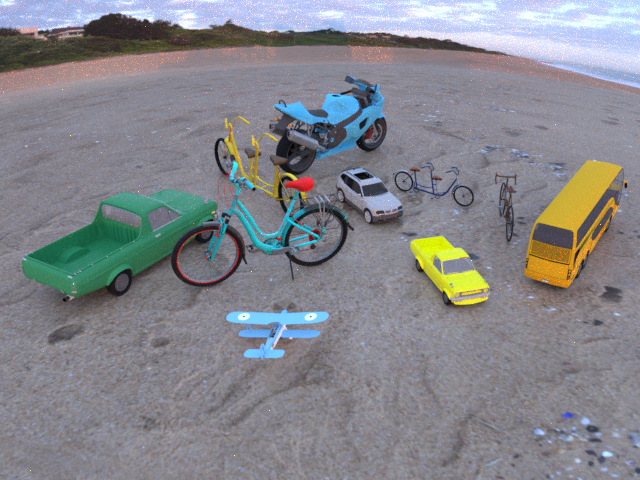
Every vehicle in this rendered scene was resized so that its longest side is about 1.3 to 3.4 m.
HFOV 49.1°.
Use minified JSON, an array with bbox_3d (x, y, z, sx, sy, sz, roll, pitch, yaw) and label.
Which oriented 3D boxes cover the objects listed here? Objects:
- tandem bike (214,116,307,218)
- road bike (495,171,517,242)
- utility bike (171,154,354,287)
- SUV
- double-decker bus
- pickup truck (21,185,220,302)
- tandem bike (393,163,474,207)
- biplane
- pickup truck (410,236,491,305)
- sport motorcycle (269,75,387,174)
[{"bbox_3d":[-1.164,-1.394,12.696,0.550,1.326,3.192,-18,33,-31],"label":"tandem bike"},{"bbox_3d":[3.124,-0.598,11.695,0.358,0.852,1.545,3,28,6],"label":"road bike"},{"bbox_3d":[-0.738,-0.226,9.931,2.791,1.839,1.039,-11,30,-19],"label":"utility bike"},{"bbox_3d":[0.857,-0.820,12.406,0.656,0.580,1.572,-13,31,-24],"label":"SUV"},{"bbox_3d":[4.094,-0.363,11.034,0.756,1.052,3.251,17,32,29],"label":"double-decker bus"},{"bbox_3d":[-2.901,-0.101,10.599,1.244,0.993,3.117,16,32,28],"label":"pickup truck"},{"bbox_3d":[2.056,-1.071,12.774,1.642,0.682,0.283,18,33,30],"label":"tandem bike"},{"bbox_3d":[-0.584,1.164,8.724,1.336,0.504,1.090,6,28,12],"label":"biplane"},{"bbox_3d":[1.870,0.375,10.213,0.640,0.511,1.603,-8,29,-14],"label":"pickup truck"},{"bbox_3d":[0.278,-2.331,14.185,2.955,1.596,0.983,-21,34,-34],"label":"sport motorcycle"}]
